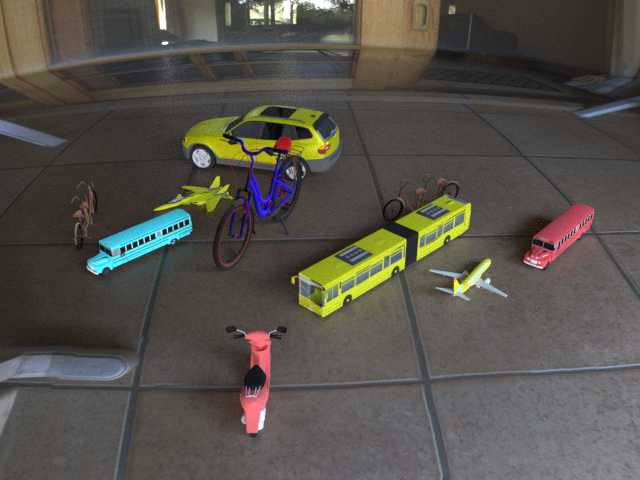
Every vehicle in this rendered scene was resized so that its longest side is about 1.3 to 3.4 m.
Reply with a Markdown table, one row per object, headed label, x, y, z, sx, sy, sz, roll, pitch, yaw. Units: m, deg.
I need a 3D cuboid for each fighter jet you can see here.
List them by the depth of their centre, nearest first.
| label | x | y | z | sx | sy | sz | roll | pitch | yaw |
| --- | --- | --- | --- | --- | --- | --- | --- | --- | --- |
| fighter jet | -2.228 | -0.752 | 12.034 | 1.358 | 0.286 | 1.147 | -17 | 34 | -28 |

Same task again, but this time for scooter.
| label | x | y | z | sx | sy | sz | roll | pitch | yaw |
| --- | --- | --- | --- | --- | --- | --- | --- | --- | --- |
| scooter | -0.686 | 1.409 | 7.614 | 0.662 | 0.919 | 1.399 | 0 | 30 | 0 |

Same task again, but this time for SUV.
| label | x | y | z | sx | sy | sz | roll | pitch | yaw |
| --- | --- | --- | --- | --- | --- | --- | --- | --- | --- |
| SUV | -1.111 | -1.955 | 13.292 | 3.058 | 1.128 | 1.276 | 9 | 31 | 15 |

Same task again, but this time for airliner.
| label | x | y | z | sx | sy | sz | roll | pitch | yaw |
| --- | --- | --- | --- | --- | --- | --- | --- | --- | --- |
| airliner | 2.129 | 0.452 | 9.783 | 1.161 | 0.429 | 1.307 | 19 | 35 | 30 |

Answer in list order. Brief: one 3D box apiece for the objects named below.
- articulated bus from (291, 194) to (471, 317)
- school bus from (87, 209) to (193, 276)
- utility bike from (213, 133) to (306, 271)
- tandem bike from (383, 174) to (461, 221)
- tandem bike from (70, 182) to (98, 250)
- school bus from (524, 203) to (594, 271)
| label | x | y | z | sx | sy | sz | roll | pitch | yaw |
| --- | --- | --- | --- | --- | --- | --- | --- | --- | --- |
| articulated bus | 1.027 | 0.144 | 10.189 | 0.605 | 0.561 | 3.401 | 26 | 39 | 37 |
| school bus | -2.708 | 0.023 | 10.529 | 0.365 | 0.434 | 1.708 | 25 | 38 | 37 |
| utility bike | -0.771 | -0.768 | 10.498 | 1.039 | 1.839 | 2.791 | 13 | 32 | 21 |
| tandem bike | 1.719 | -0.767 | 11.663 | 1.642 | 0.682 | 0.283 | -17 | 34 | -27 |
| tandem bike | -3.734 | -0.452 | 11.112 | 0.283 | 0.682 | 1.642 | -3 | 30 | -5 |
| school bus | 3.652 | -0.063 | 10.681 | 0.365 | 0.434 | 1.708 | 24 | 37 | 35 |
